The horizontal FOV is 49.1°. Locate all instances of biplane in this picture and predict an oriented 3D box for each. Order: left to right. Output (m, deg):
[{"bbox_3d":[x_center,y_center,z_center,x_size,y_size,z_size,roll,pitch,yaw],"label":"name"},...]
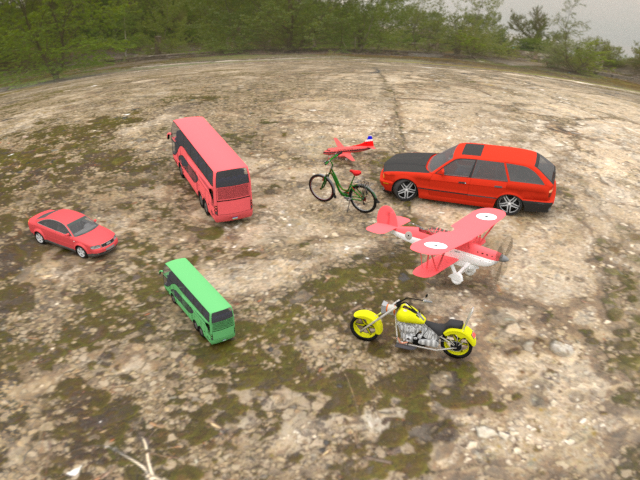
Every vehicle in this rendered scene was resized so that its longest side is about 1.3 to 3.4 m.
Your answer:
[{"bbox_3d":[1.754,0.005,10.206,2.120,0.981,2.598,19,33,31],"label":"biplane"}]

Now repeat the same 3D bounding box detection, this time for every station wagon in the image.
[{"bbox_3d":[2.631,-1.209,12.539,3.105,0.920,1.327,9,29,16],"label":"station wagon"}]

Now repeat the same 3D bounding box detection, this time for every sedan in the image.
[{"bbox_3d":[-3.906,-0.164,11.048,1.613,0.483,0.635,16,32,27],"label":"sedan"}]

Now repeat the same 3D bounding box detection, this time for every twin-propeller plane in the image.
[{"bbox_3d":[0.586,-1.907,14.388,1.095,0.407,1.370,-7,29,-13],"label":"twin-propeller plane"}]

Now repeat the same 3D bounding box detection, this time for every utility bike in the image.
[{"bbox_3d":[0.376,-0.964,12.054,1.435,0.946,0.535,17,32,29],"label":"utility bike"}]

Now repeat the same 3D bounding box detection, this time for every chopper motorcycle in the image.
[{"bbox_3d":[1.131,1.012,8.555,1.563,0.761,0.466,10,30,18],"label":"chopper motorcycle"}]

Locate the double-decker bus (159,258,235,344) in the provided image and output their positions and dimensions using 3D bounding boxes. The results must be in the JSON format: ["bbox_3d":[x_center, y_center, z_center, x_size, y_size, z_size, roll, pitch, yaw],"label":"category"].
[{"bbox_3d":[-1.639,0.759,9.261,0.389,0.541,1.672,-17,32,-28],"label":"double-decker bus"}]

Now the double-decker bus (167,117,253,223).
[{"bbox_3d":[-2.044,-1.375,12.711,0.756,1.052,3.251,-12,30,-21],"label":"double-decker bus"}]
